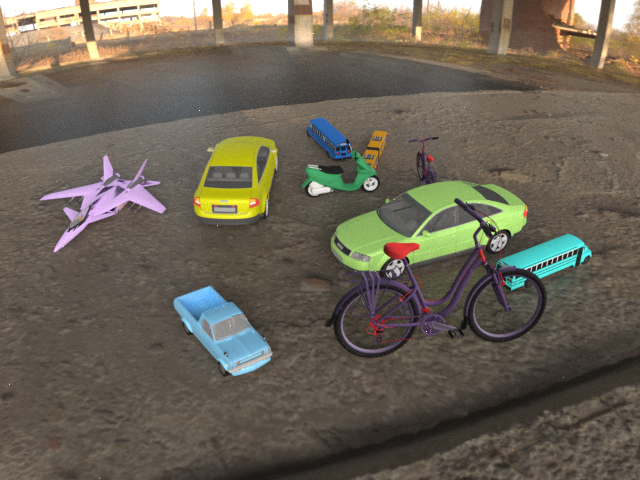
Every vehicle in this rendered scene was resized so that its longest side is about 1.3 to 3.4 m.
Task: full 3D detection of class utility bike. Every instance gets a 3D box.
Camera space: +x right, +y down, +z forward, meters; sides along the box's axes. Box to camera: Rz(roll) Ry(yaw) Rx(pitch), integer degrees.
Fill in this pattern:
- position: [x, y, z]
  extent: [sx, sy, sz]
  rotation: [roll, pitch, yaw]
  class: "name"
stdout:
- position: [1.409, 0.496, 8.353]
  extent: [2.791, 1.839, 1.039]
  rotation: [-5, 31, -9]
  class: "utility bike"
- position: [1.829, -1.291, 12.298]
  extent: [0.535, 0.946, 1.435]
  rotation: [-3, 30, -5]
  class: "utility bike"

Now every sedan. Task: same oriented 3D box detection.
- position: [-1.414, -1.230, 12.199]
  extent: [1.235, 0.940, 3.137]
  rotation: [1, 30, 2]
  class: "sedan"
- position: [1.665, -0.273, 10.561]
  extent: [3.137, 0.940, 1.235]
  rotation: [-13, 33, -21]
  class: "sedan"

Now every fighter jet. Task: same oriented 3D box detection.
- position: [-3.709, -0.618, 11.531]
  extent: [2.229, 0.557, 2.640]
  rotation: [6, 31, 11]
  class: "fighter jet"

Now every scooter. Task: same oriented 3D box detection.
- position: [0.375, -1.201, 12.169]
  extent: [1.399, 0.919, 0.662]
  rotation: [-6, 31, -10]
  class: "scooter"

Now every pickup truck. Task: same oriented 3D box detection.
- position: [-1.238, 1.060, 8.704]
  extent: [0.640, 0.511, 1.603]
  rotation: [-19, 35, -30]
  class: "pickup truck"

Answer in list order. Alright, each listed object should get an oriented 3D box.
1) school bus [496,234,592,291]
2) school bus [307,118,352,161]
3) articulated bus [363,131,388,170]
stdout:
- position: [3.264, 0.290, 10.098]
  extent: [1.708, 0.434, 0.365]
  rotation: [-17, 35, -27]
  class: "school bus"
- position: [0.152, -2.067, 14.133]
  extent: [0.365, 0.434, 1.708]
  rotation: [-11, 32, -18]
  class: "school bus"
- position: [1.042, -1.697, 13.643]
  extent: [0.311, 0.289, 1.749]
  rotation: [7, 31, 12]
  class: "articulated bus"
